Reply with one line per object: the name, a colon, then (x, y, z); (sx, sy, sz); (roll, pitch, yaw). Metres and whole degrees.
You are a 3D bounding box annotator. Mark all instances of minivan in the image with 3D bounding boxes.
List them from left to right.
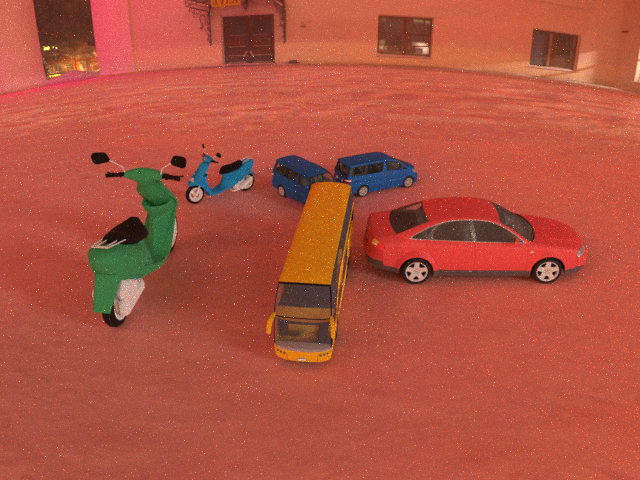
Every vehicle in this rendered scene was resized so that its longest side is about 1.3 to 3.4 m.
minivan: (-0.180, -0.963, 12.042); (0.681, 0.616, 1.548); (-20, 33, -34)
minivan: (1.020, -1.233, 12.574); (1.548, 0.616, 0.681); (-13, 30, -24)

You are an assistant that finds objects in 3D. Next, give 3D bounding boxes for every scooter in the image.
scooter: (-2.393, -0.173, 9.192); (1.288, 1.786, 2.721); (3, 27, 6)
scooter: (-1.713, -1.183, 12.139); (1.399, 0.919, 0.662); (-18, 32, -31)

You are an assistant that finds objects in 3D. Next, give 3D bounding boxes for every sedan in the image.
sedan: (2.187, -0.064, 9.914); (3.137, 0.940, 1.235); (0, 27, 0)

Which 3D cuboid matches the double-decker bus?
double-decker bus: (-0.015, 0.319, 9.036); (0.756, 1.052, 3.251); (3, 27, 6)
